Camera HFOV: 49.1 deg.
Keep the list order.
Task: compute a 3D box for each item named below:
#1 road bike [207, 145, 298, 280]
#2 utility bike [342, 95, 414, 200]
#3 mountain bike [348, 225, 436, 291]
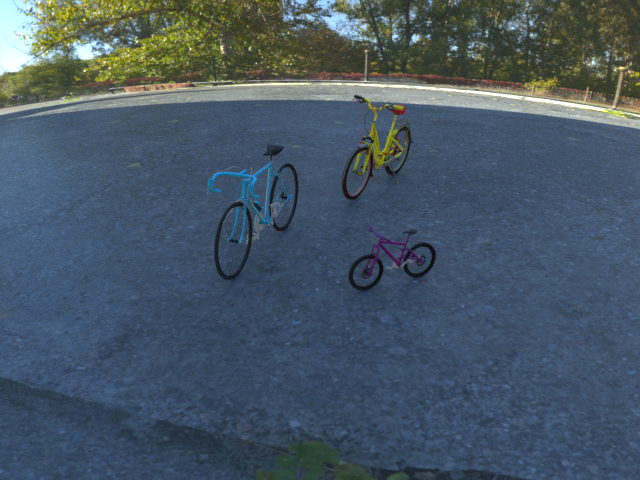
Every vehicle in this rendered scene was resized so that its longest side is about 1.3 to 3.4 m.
[{"bbox_3d":[-0.931,-0.576,10.957,0.696,1.656,3.004,9,27,19],"label":"road bike"},{"bbox_3d":[1.267,-1.896,13.545,1.039,1.839,2.791,15,29,29],"label":"utility bike"},{"bbox_3d":[1.068,0.243,10.143,1.469,0.868,0.573,-12,28,-24],"label":"mountain bike"}]
